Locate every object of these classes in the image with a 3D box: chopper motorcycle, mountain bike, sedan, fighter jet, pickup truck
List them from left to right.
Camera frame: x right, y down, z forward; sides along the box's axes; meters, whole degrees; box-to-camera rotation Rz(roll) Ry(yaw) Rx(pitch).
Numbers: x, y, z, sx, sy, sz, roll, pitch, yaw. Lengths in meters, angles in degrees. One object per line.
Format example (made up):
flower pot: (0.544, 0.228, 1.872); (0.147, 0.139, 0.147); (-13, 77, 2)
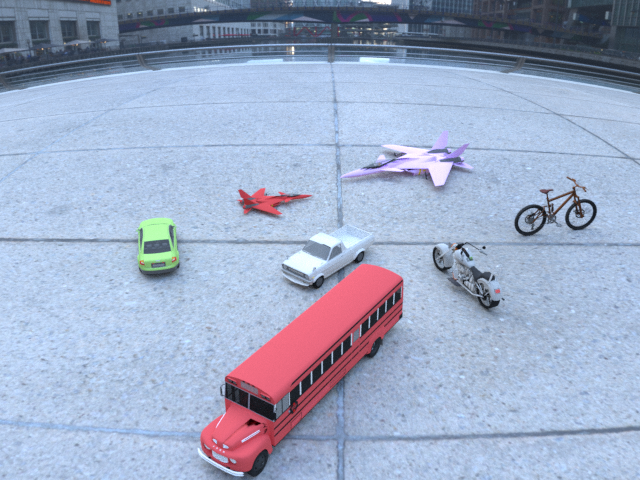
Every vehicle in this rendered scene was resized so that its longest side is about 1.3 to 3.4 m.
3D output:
sedan: (-2.534, 0.003, 10.907); (0.635, 0.483, 1.613); (-6, 29, -11)
fighter jet: (-0.774, -0.780, 12.536); (1.358, 0.286, 1.147); (-9, 30, -17)
pickup truck: (0.138, 0.173, 10.571); (0.640, 0.511, 1.603); (22, 36, 35)
fighter jet: (1.600, -1.588, 13.726); (2.640, 0.557, 2.229); (-11, 31, -20)
chopper motorcycle: (2.083, 0.361, 9.969); (0.466, 0.761, 1.563); (-12, 31, -21)
mountain bike: (3.882, -0.507, 11.436); (1.469, 0.868, 0.573); (-6, 29, -11)

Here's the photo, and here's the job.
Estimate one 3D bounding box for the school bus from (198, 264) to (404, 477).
school bus: (-0.105, 1.367, 8.053); (0.709, 0.844, 3.322); (18, 34, 29)
